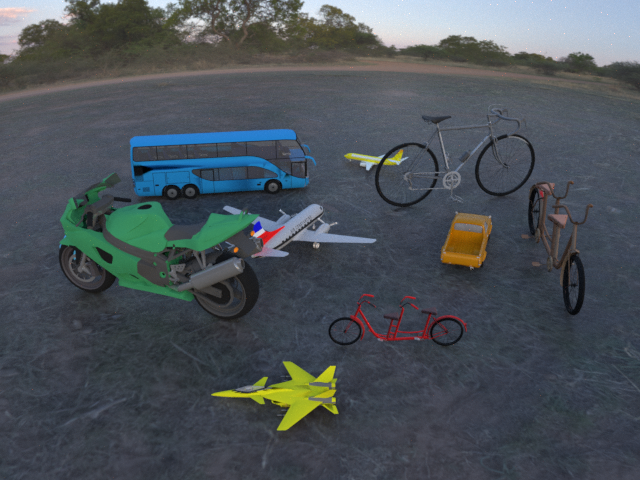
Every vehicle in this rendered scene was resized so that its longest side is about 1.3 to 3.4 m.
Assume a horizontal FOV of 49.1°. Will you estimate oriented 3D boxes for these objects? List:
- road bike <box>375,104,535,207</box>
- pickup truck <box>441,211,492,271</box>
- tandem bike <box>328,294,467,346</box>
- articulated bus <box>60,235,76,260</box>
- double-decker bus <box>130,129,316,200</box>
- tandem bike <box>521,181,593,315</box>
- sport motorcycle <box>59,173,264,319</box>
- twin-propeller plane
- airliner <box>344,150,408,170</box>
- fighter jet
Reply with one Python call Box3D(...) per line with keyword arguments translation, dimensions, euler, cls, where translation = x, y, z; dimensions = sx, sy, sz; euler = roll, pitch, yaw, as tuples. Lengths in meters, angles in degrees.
Box3D(translation=(2.376, -1.430, 12.021), dimensions=(3.004, 1.656, 0.696), euler=(-7, 27, -13), cls="road bike")
Box3D(translation=(2.217, -0.049, 10.511), dimensions=(0.640, 0.511, 1.603), euler=(8, 27, 16), cls="pickup truck")
Box3D(translation=(0.920, 0.965, 8.255), dimensions=(1.642, 0.682, 0.283), euler=(0, 26, 0), cls="tandem bike")
Box3D(translation=(-3.757, -0.184, 11.036), dimensions=(0.311, 0.289, 1.749), euler=(-2, 26, -5), cls="articulated bus")
Box3D(translation=(-1.729, -1.383, 12.609), dimensions=(3.251, 1.052, 0.756), euler=(-4, 26, -8), cls="double-decker bus")
Box3D(translation=(3.323, -0.198, 9.890), dimensions=(0.550, 1.326, 3.192), euler=(2, 26, 4), cls="tandem bike")
Box3D(translation=(-2.113, 0.130, 8.916), dimensions=(2.955, 1.596, 0.983), euler=(8, 27, 17), cls="sport motorcycle")
Box3D(translation=(-0.457, -0.236, 10.572), dimensions=(2.663, 0.792, 2.129), euler=(13, 29, 25), cls="twin-propeller plane")
Box3D(translation=(1.064, -1.684, 13.928), dimensions=(1.307, 0.429, 1.161), euler=(14, 29, 26), cls="airliner")
Box3D(translation=(-0.486, 1.579, 7.455), dimensions=(1.358, 0.286, 1.147), euler=(0, 26, 0), cls="fighter jet")
